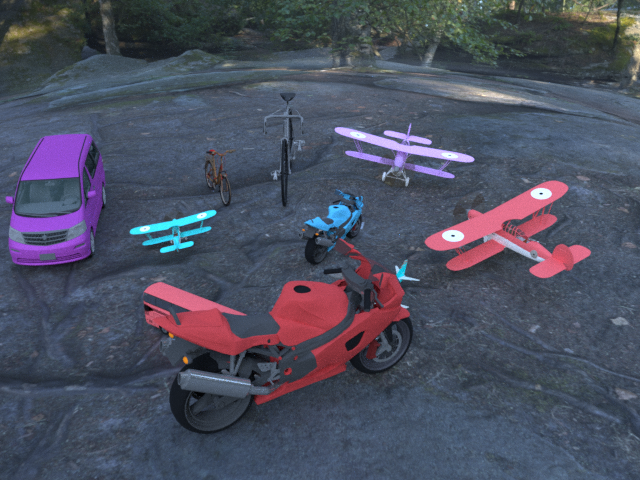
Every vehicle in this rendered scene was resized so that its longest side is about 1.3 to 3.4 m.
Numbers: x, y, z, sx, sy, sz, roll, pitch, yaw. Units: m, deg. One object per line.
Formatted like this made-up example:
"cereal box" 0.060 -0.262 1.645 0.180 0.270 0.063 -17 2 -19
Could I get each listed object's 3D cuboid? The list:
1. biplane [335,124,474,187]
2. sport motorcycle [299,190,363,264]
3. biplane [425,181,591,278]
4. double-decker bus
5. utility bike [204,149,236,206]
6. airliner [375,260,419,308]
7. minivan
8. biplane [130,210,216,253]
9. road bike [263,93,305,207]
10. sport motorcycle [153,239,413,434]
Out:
"biplane" 1.617 -1.659 13.344 2.598 0.981 2.120 6 28 11
"sport motorcycle" 0.225 -0.211 10.692 0.506 0.821 1.520 17 32 30
"biplane" 2.786 -0.010 10.125 2.598 0.981 2.120 -16 31 -28
"double-decker bus" -1.465 1.012 8.611 1.672 0.541 0.389 17 31 29
"utility bike" -1.805 -1.233 12.550 0.535 0.946 1.435 -12 30 -23
"airliner" 0.701 0.623 9.492 1.307 0.429 1.161 -17 32 -30
"minivan" -4.180 -0.708 11.250 1.324 1.197 3.011 -5 27 -9
"biplane" -2.238 -0.077 10.776 1.336 0.504 1.090 -6 28 -11
"road bike" -0.607 -1.800 12.879 0.697 1.656 3.004 0 27 1
"sport motorcycle" -0.237 1.042 7.394 2.955 1.596 0.983 -14 30 -25
